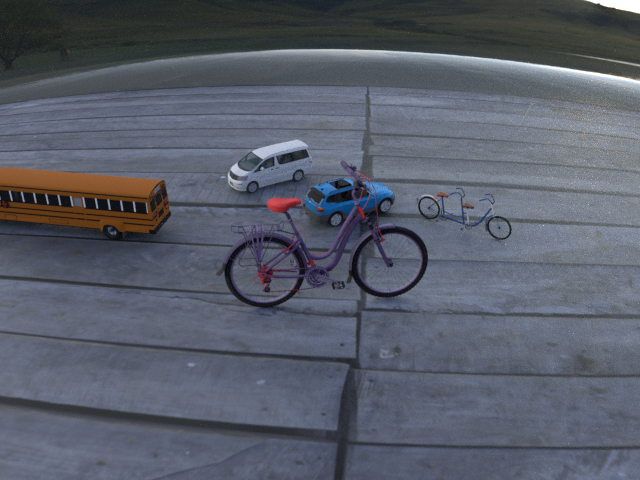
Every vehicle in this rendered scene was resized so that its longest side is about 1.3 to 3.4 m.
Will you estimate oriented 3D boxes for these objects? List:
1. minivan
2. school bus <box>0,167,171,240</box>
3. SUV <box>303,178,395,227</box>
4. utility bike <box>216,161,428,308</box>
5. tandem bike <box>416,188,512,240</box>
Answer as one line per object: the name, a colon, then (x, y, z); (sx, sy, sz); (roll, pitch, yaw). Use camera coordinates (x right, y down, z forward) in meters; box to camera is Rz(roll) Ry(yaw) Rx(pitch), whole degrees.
minivan: (-0.909, -1.342, 12.616); (1.548, 0.616, 0.681); (-17, 34, -28)
school bus: (-4.071, -0.614, 11.080); (3.322, 0.844, 0.709); (5, 30, 9)
SUV: (0.491, -0.707, 11.516); (1.572, 0.580, 0.656); (-16, 33, -26)
utility bike: (0.035, -0.040, 9.034); (2.791, 1.839, 1.039); (-4, 29, -7)
tandem bike: (2.249, -0.482, 11.010); (1.642, 0.682, 0.283); (19, 34, 30)
